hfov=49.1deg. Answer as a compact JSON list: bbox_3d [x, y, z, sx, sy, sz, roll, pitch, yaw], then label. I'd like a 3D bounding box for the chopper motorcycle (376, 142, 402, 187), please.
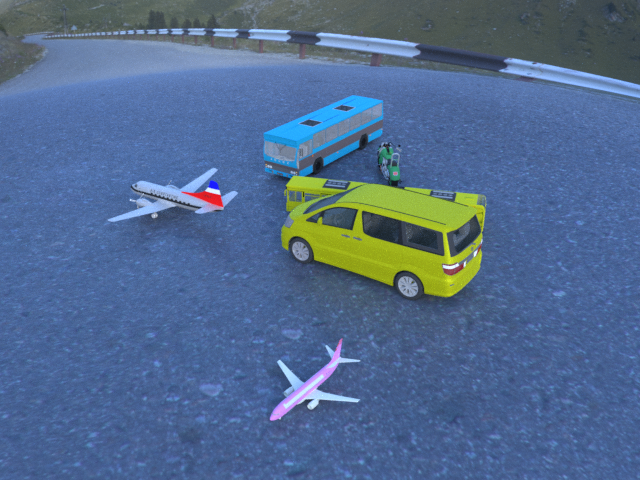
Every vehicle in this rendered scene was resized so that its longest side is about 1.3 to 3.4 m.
[{"bbox_3d":[1.309,-1.554,13.482,0.466,0.761,1.563,-3,27,-5],"label":"chopper motorcycle"}]

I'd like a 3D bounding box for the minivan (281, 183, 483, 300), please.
[{"bbox_3d":[0.826,-0.135,10.257,3.011,1.197,1.324,17,32,30],"label":"minivan"}]

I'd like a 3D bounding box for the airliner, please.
[{"bbox_3d":[-0.125,1.560,7.810,1.161,0.429,1.307,20,33,33],"label":"airliner"}]

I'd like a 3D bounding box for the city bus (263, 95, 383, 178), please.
[{"bbox_3d":[0.151,-2.143,14.477,0.926,0.894,3.255,18,32,30],"label":"city bus"}]

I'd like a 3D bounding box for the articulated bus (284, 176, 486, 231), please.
[{"bbox_3d":[1.065,-0.620,11.891,3.401,0.561,0.605,7,28,13],"label":"articulated bus"}]

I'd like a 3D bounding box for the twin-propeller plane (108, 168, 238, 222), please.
[{"bbox_3d":[-2.497,-0.827,12.040,2.129,0.792,2.663,16,31,28],"label":"twin-propeller plane"}]
